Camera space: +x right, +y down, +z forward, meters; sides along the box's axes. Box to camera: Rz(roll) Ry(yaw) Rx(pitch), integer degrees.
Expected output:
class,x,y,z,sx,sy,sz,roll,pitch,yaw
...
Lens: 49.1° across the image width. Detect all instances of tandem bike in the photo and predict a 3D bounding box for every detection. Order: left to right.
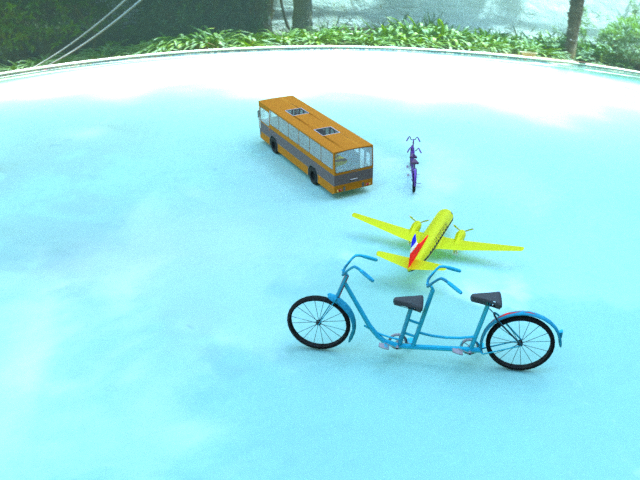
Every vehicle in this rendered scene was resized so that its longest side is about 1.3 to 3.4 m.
class,x,y,z,sx,sy,sz,roll,pitch,yaw
tandem bike,1.718,-1.446,12.885,0.283,0.682,1.642,2,29,4
tandem bike,1.176,0.856,8.071,3.192,1.326,0.550,5,29,8

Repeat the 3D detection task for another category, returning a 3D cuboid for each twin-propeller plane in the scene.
class,x,y,z,sx,sy,sz,roll,pitch,yaw
twin-propeller plane,1.639,-0.105,10.354,2.663,0.792,2.129,13,31,21

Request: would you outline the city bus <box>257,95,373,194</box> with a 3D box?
class,x,y,z,sx,sy,sz,roll,pitch,yaw
city bus,-0.166,-1.856,13.405,0.926,0.894,3.255,-14,32,-24
